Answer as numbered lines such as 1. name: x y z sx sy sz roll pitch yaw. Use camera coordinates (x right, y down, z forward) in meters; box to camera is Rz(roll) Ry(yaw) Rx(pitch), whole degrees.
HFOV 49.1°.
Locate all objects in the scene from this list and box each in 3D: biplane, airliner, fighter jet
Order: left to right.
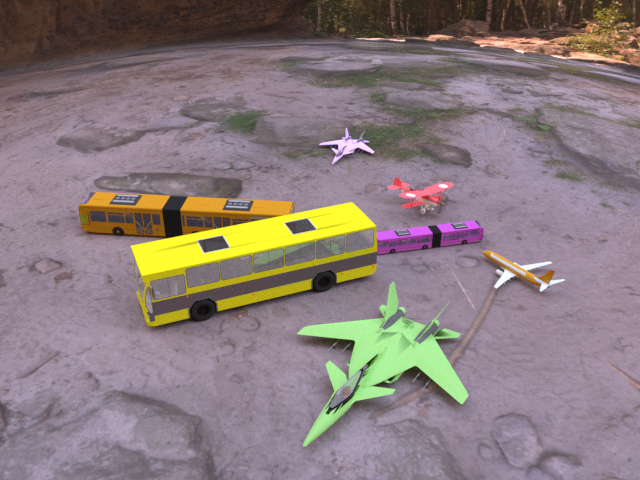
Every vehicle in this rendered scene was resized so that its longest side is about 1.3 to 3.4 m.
1. fighter jet: 0.489 -1.843 13.859 1.147 0.286 1.358 12 32 19
2. fighter jet: 0.569 1.415 8.044 2.229 0.557 2.640 19 35 29
3. biplane: 1.666 -0.766 11.810 1.336 0.504 1.090 -26 39 -37
4. airliner: 2.811 0.346 9.989 1.161 0.429 1.307 -19 35 -29

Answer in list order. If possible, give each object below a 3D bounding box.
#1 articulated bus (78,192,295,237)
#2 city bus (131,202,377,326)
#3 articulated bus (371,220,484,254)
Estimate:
1. articulated bus: -2.072 -0.357 11.058 3.401 0.561 0.605 3 31 5
2. city bus: -0.845 0.319 9.577 3.255 0.894 0.926 -12 33 -20
3. articulated bus: 1.661 -0.045 10.795 1.749 0.289 0.311 -7 31 -12
